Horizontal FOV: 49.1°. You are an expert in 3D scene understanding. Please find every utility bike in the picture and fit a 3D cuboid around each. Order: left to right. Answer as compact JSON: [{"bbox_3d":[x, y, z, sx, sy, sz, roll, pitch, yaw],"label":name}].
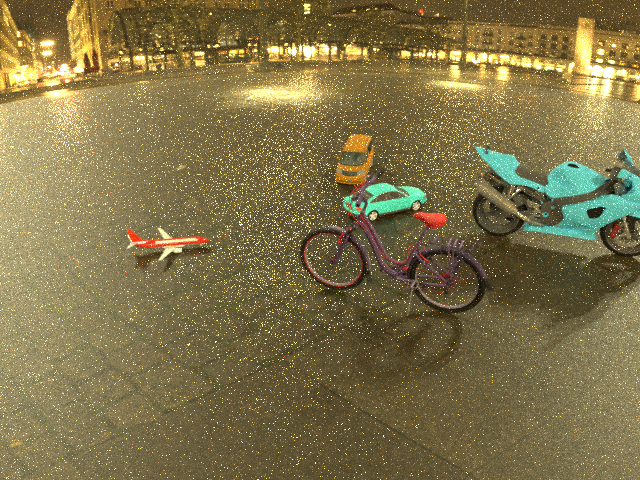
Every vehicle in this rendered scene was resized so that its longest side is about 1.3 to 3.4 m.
[{"bbox_3d":[0.967,0.118,9.476,2.791,1.839,1.039,10,29,19],"label":"utility bike"}]

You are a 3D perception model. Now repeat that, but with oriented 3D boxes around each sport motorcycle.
[{"bbox_3d":[3.905,-0.644,11.243,2.955,1.596,0.983,10,29,20],"label":"sport motorcycle"}]

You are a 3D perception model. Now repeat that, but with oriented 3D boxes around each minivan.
[{"bbox_3d":[0.723,-1.644,14.294,0.681,0.616,1.548,5,27,10],"label":"minivan"}]

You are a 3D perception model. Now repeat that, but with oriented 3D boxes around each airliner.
[{"bbox_3d":[-2.463,-0.043,11.349,1.307,0.429,1.161,-6,27,-11],"label":"airliner"}]

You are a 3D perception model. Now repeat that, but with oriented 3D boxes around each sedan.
[{"bbox_3d":[1.199,-0.759,12.698,1.613,0.483,0.635,-13,30,-24],"label":"sedan"}]
